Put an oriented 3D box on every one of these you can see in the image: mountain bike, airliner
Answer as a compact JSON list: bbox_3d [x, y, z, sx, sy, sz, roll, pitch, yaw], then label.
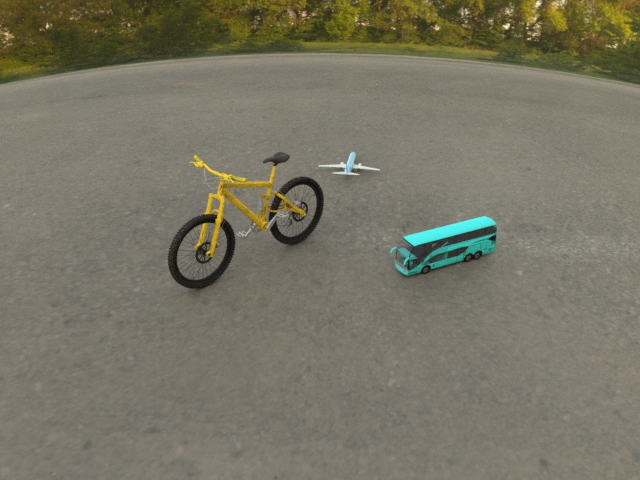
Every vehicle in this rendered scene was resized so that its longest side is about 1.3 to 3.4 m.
[{"bbox_3d":[-0.988,-0.407,10.037,2.857,1.688,1.114,-26,38,-38],"label":"mountain bike"},{"bbox_3d":[0.572,-1.519,13.319,1.161,0.429,1.307,5,30,8],"label":"airliner"}]

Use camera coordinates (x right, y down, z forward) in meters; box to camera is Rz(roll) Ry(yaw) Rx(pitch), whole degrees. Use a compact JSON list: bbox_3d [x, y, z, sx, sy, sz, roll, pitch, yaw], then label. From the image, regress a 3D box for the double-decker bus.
[{"bbox_3d":[1.848,0.092,10.320,1.672,0.541,0.389,-14,32,-23],"label":"double-decker bus"}]
